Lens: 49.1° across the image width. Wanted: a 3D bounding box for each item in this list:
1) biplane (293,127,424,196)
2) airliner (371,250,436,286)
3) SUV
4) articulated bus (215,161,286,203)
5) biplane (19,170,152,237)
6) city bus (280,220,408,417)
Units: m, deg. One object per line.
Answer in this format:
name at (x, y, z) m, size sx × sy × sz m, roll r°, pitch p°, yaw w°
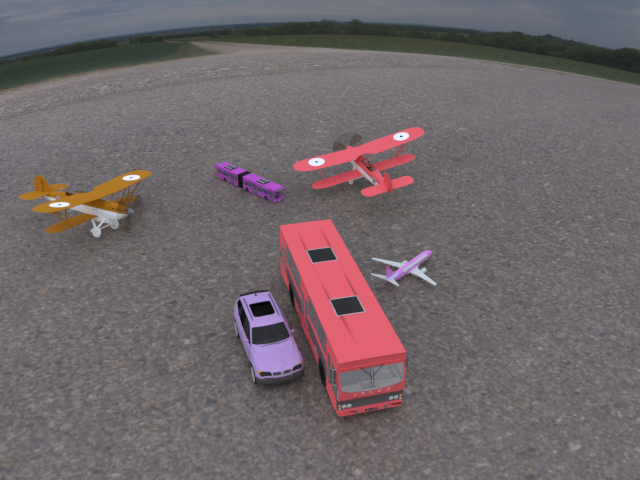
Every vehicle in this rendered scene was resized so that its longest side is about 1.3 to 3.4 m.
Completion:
biplane at (0.851, -1.312, 12.948) m, size 2.598 × 0.981 × 2.120 m, roll -11°, pitch 32°, yaw -18°
airliner at (1.355, 0.332, 10.656) m, size 1.161 × 0.429 × 1.307 m, roll 23°, pitch 37°, yaw 34°
SUV at (-0.689, 1.211, 8.984) m, size 0.656 × 0.580 × 1.572 m, roll -9°, pitch 31°, yaw -16°
articulated bus at (-1.356, -1.112, 13.295) m, size 1.749 × 0.289 × 0.311 m, roll 25°, pitch 39°, yaw 37°
biplane at (-3.971, -0.656, 11.814) m, size 2.120 × 0.981 × 2.598 m, roll 13°, pitch 32°, yaw 21°
city bus at (0.180, 0.894, 9.218) m, size 0.926 × 0.894 × 3.255 m, roll -7°, pitch 31°, yaw -13°
